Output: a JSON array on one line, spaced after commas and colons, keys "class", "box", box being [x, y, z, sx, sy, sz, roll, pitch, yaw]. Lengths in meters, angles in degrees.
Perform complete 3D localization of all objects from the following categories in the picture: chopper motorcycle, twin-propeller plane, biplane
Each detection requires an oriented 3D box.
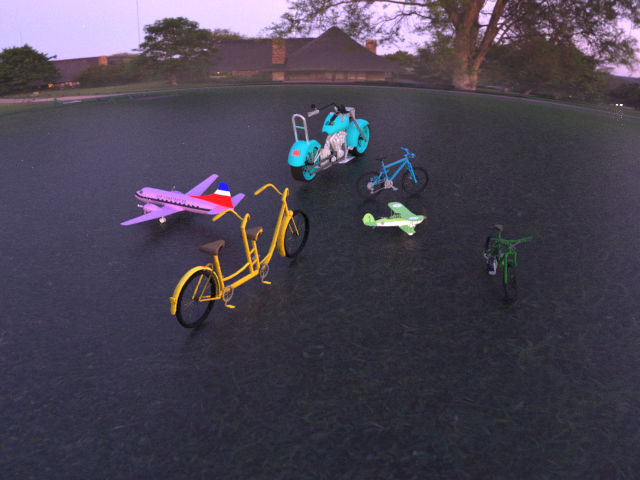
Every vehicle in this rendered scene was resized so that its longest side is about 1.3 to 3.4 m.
[{"class": "chopper motorcycle", "box": [0.273, -2.176, 14.466, 0.906, 1.480, 3.040, 14, 28, 27]}, {"class": "twin-propeller plane", "box": [-2.413, -0.765, 12.248, 2.129, 0.792, 2.663, 12, 27, 24]}, {"class": "biplane", "box": [1.246, -0.329, 11.653, 1.090, 0.504, 1.336, -5, 25, -10]}]

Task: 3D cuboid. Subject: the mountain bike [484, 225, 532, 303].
[{"class": "mountain bike", "box": [2.592, 0.254, 9.967, 0.573, 0.868, 1.469, -2, 25, -3]}]

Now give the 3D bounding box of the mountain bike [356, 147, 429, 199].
[{"class": "mountain bike", "box": [1.376, -1.220, 13.137, 1.469, 0.868, 0.573, -7, 26, -14]}]

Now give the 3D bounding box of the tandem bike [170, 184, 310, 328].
[{"class": "tandem bike", "box": [-1.006, 0.098, 9.760, 0.550, 1.326, 3.192, 14, 28, 28]}]
